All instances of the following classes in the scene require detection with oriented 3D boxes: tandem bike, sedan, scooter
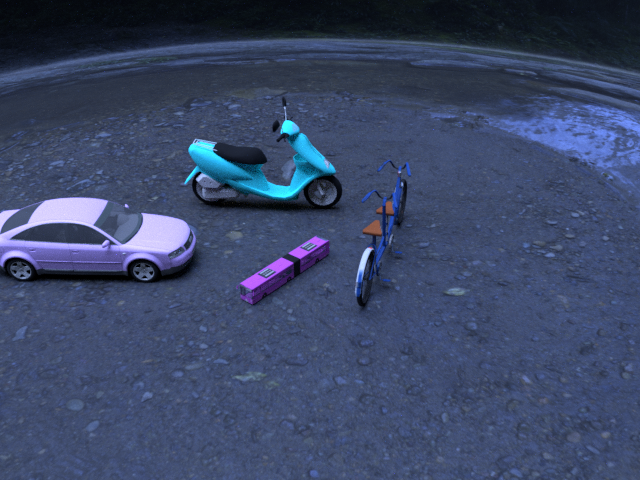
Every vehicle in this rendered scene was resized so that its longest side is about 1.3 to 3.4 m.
[{"bbox_3d":[0.963,-0.263,10.416,0.550,1.326,3.192,9,32,15],"label":"tandem bike"},{"bbox_3d":[-3.447,-0.074,10.477,3.137,0.940,1.235,1,31,1],"label":"sedan"},{"bbox_3d":[-0.972,-1.366,11.809,2.721,1.786,1.288,2,31,4],"label":"scooter"}]

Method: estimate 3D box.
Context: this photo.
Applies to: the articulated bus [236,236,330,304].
[{"bbox_3d":[-0.494,0.416,10.292,0.311,0.289,1.749,23,38,33],"label":"articulated bus"}]
